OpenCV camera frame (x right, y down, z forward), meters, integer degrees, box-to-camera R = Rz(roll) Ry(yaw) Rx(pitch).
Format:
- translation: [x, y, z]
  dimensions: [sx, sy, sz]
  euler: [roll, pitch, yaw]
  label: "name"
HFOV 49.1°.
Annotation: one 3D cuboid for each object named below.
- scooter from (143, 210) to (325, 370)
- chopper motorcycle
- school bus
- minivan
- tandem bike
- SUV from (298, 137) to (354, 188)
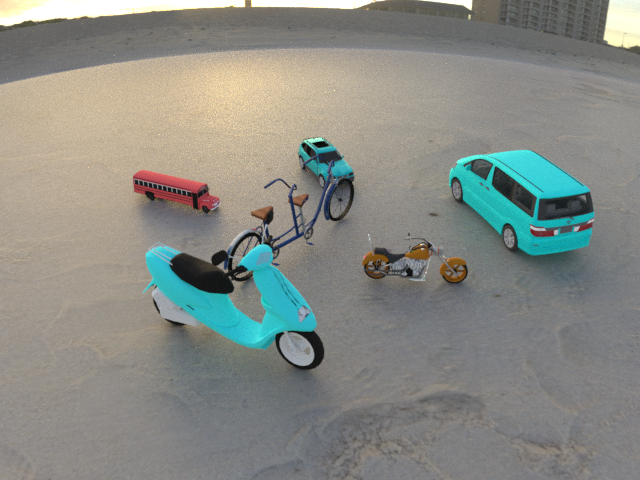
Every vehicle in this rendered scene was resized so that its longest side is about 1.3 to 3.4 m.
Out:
- translation: [-1.159, 0.588, 8.785]
  dimensions: [2.721, 1.786, 1.288]
  euler: [15, 33, 24]
  label: "scooter"
- translation: [1.409, 0.277, 10.338]
  dimensions: [1.563, 0.761, 0.466]
  euler: [2, 30, 3]
  label: "chopper motorcycle"
- translation: [-2.590, -0.890, 12.666]
  dimensions: [1.708, 0.434, 0.365]
  euler: [13, 33, 22]
  label: "school bus"
- translation: [3.302, -0.855, 11.849]
  dimensions: [1.324, 1.197, 3.011]
  euler: [-9, 31, -15]
  label: "minivan"
- translation: [-0.397, -0.440, 11.008]
  dimensions: [0.550, 1.326, 3.192]
  euler: [21, 36, 32]
  label: "tandem bike"
- translation: [0.098, -1.540, 13.638]
  dimensions: [0.656, 0.580, 1.572]
  euler: [-13, 33, -21]
  label: "SUV"
